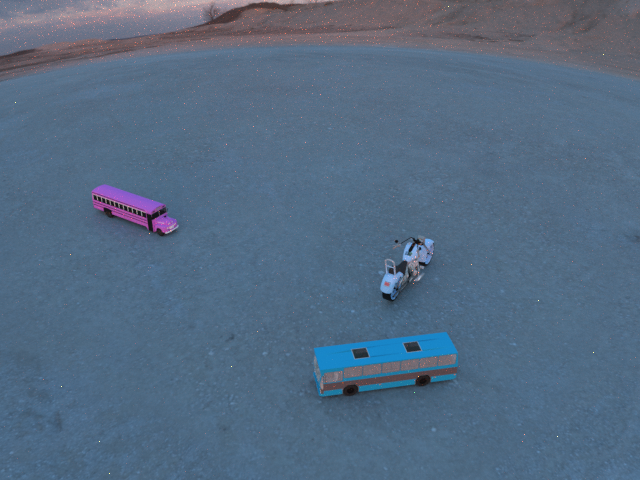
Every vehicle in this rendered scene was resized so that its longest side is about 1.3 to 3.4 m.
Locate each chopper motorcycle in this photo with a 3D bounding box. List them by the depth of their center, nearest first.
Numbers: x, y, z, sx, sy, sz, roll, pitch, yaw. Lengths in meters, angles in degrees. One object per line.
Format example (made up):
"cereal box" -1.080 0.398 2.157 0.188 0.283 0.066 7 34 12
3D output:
"chopper motorcycle" 1.300 0.286 10.101 0.466 0.761 1.563 17 34 27

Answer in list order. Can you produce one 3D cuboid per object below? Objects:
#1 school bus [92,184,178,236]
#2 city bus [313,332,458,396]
"school bus" -3.117 -0.511 11.792 1.708 0.434 0.365 18 35 28
"city bus" 0.773 1.490 8.337 1.674 0.460 0.476 -5 31 -9
